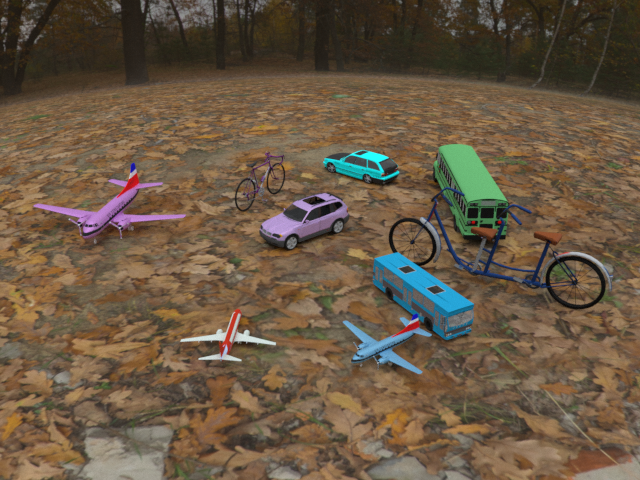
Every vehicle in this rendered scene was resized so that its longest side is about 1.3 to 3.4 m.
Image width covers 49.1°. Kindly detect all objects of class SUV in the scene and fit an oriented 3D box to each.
[{"bbox_3d":[-0.243,-0.344,11.392,1.572,0.580,0.656,-19,32,-35],"label":"SUV"}]

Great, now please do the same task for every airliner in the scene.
[{"bbox_3d":[-1.103,1.088,8.569,1.161,0.429,1.307,2,26,3],"label":"airliner"}]

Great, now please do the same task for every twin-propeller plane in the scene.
[{"bbox_3d":[0.795,1.203,8.355,1.095,0.407,1.370,-18,31,-33],"label":"twin-propeller plane"},{"bbox_3d":[-3.463,-0.620,11.724,2.663,0.792,2.129,4,26,9],"label":"twin-propeller plane"}]

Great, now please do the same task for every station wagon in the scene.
[{"bbox_3d":[0.797,-1.530,13.999,1.597,0.473,0.682,21,32,36],"label":"station wagon"}]

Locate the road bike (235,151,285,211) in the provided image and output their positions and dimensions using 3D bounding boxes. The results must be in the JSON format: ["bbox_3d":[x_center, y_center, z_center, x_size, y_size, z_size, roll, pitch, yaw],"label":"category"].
[{"bbox_3d":[-1.065,-1.084,12.626,0.358,0.852,1.545,15,29,28],"label":"road bike"}]

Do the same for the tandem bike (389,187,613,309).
[{"bbox_3d":[2.398,0.065,9.671,3.192,1.326,0.550,15,29,28],"label":"tandem bike"}]

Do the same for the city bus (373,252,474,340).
[{"bbox_3d":[1.328,0.727,9.288,0.476,0.460,1.674,-13,29,-26],"label":"city bus"}]

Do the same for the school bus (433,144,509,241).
[{"bbox_3d":[2.569,-0.949,12.352,0.709,0.844,3.322,0,26,0],"label":"school bus"}]
